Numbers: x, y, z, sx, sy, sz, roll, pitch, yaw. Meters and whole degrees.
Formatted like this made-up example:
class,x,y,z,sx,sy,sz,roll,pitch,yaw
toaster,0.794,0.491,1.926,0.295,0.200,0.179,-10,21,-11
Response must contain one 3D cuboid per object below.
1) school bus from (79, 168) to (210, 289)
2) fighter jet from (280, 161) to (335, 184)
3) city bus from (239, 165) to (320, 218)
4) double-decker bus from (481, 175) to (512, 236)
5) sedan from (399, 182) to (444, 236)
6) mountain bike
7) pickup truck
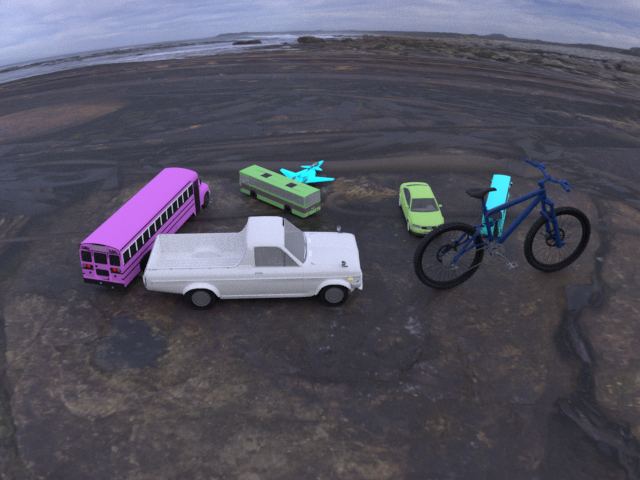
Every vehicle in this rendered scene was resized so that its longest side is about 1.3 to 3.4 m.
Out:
class,x,y,z,sx,sy,sz,roll,pitch,yaw
school bus,-2.698,-0.354,11.372,0.709,0.844,3.322,7,30,13
fighter jet,-0.214,-1.397,13.782,1.147,0.286,1.358,13,32,21
city bus,-0.747,-0.877,12.688,1.674,0.460,0.476,24,37,36
double-decker bus,3.079,-0.637,12.182,0.389,0.541,1.672,9,31,16
sedan,1.756,-0.601,12.175,0.635,0.483,1.613,-1,30,-3
mountain bike,2.713,-0.142,10.142,2.857,1.688,1.114,-8,30,-14
pickup truck,-0.934,0.259,10.138,3.117,0.993,1.244,-1,30,-2
